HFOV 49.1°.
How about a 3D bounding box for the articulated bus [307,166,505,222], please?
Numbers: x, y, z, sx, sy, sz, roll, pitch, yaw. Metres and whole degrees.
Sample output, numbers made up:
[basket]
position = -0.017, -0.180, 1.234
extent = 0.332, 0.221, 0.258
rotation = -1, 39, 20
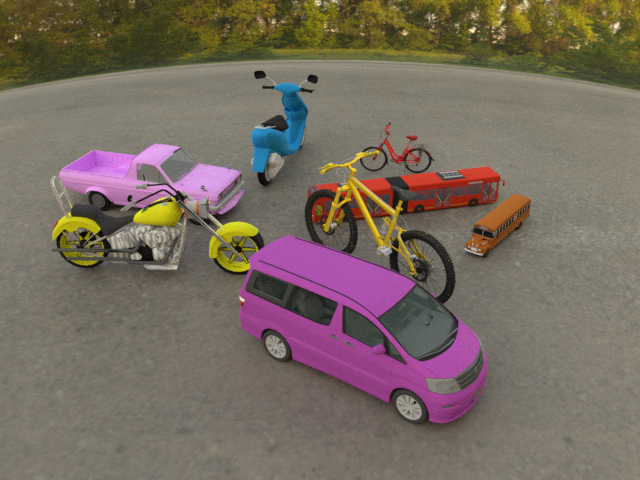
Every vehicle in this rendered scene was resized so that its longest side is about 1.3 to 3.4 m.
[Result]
[articulated bus]
position = 1.484, -0.789, 12.061
extent = 3.401, 0.561, 0.605
rotation = -7, 29, -13

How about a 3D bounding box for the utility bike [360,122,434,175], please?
[utility bike]
position = 1.478, -1.701, 13.343
extent = 1.435, 0.946, 0.535
rotation = 3, 29, 5

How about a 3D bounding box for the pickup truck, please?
[pickup truck]
position = -2.921, -1.093, 12.171
extent = 3.117, 0.993, 1.244
rotation = 8, 30, 15

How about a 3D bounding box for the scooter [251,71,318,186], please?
[scooter]
position = -0.736, -2.254, 13.482
extent = 1.288, 1.786, 2.721
rotation = 8, 29, 14

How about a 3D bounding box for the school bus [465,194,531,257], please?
[school bus]
position = 2.853, -0.241, 11.183
extent = 0.365, 0.434, 1.708
rotation = 20, 34, 33

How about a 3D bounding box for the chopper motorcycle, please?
[chopper motorcycle]
position = -2.336, -0.205, 10.018
extent = 3.040, 1.480, 0.906
rotation = 1, 28, 1

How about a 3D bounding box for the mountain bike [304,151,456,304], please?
[mountain bike]
position = 0.758, -0.190, 9.771
extent = 1.114, 1.688, 2.857
rotation = -23, 36, -36

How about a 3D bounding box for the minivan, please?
[minivan]
position = 0.478, 0.957, 8.168
extent = 3.011, 1.197, 1.324
rotation = 19, 34, 31
